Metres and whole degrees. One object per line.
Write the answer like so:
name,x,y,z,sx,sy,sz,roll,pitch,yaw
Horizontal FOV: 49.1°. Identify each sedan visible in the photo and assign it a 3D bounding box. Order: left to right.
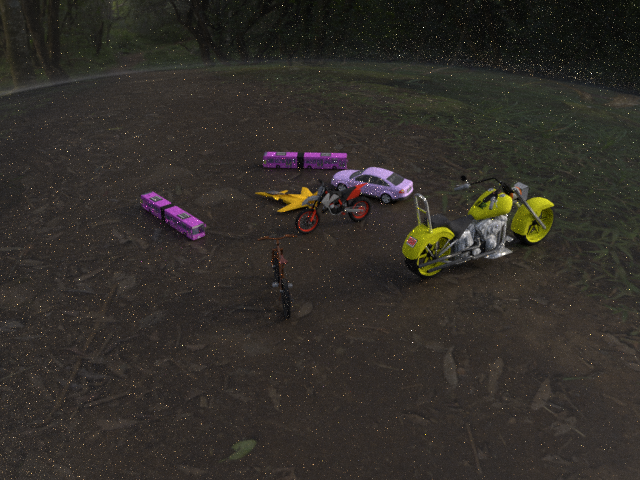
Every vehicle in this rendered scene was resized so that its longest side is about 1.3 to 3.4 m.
sedan,0.977,-1.114,13.329,1.613,0.483,0.635,15,32,26

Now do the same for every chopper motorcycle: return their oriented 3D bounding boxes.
chopper motorcycle,2.562,-0.331,10.834,3.040,1.480,0.906,-17,33,-28

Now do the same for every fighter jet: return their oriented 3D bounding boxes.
fighter jet,-0.611,-0.843,13.035,1.358,0.286,1.147,11,30,20

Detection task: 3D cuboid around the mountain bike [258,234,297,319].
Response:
mountain bike,-0.559,0.462,10.012,0.573,0.868,1.469,-5,29,-10

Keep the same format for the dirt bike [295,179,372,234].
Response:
dirt bike,0.248,-0.595,11.978,1.493,0.857,0.527,-14,31,-24

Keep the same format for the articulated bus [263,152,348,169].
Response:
articulated bus,-0.298,-1.649,14.523,1.749,0.289,0.311,1,28,2

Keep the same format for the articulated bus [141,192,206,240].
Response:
articulated bus,-2.602,-0.440,12.288,0.311,0.289,1.749,-23,36,-36
